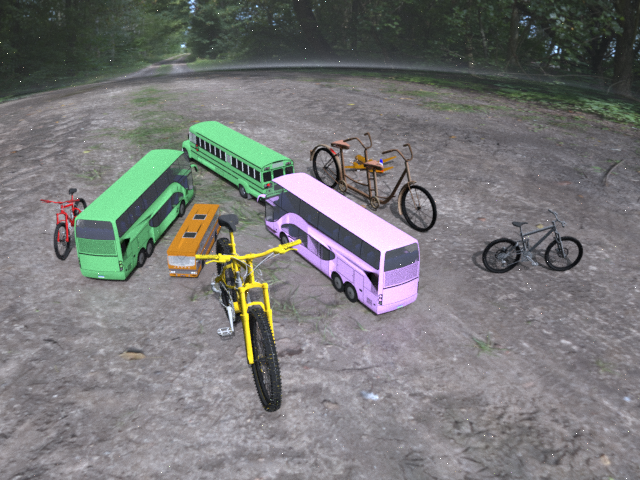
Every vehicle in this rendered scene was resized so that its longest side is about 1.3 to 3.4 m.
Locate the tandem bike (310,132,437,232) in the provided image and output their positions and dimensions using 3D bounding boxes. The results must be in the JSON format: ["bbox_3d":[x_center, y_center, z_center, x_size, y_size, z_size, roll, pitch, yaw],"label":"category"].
[{"bbox_3d":[0.826,-1.168,11.936,0.550,1.326,3.192,-20,33,-34],"label":"tandem bike"}]

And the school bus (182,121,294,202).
[{"bbox_3d":[-1.660,-1.560,13.251,0.709,0.844,3.322,-18,32,-31],"label":"school bus"}]

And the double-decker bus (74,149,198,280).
[{"bbox_3d":[-2.776,-0.521,10.955,0.756,1.052,3.251,4,27,8],"label":"double-decker bus"}]

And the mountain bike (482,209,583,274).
[{"bbox_3d":[3.051,0.077,9.969,1.469,0.868,0.573,-2,27,-3],"label":"mountain bike"}]

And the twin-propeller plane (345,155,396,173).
[{"bbox_3d":[0.958,-1.526,13.669,1.370,0.407,1.095,-12,29,-23],"label":"twin-propeller plane"}]

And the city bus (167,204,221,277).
[{"bbox_3d":[-1.875,-0.005,10.588,0.476,0.460,1.674,2,27,4],"label":"city bus"}]

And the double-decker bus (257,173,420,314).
[{"bbox_3d":[0.179,-0.076,10.069,0.756,1.052,3.251,-16,31,-28],"label":"double-decker bus"}]

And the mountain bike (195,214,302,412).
[{"bbox_3d":[-0.885,0.617,7.983,1.114,1.688,2.857,-9,28,-16],"label":"mountain bike"}]

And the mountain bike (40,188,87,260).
[{"bbox_3d":[-3.847,-0.327,10.773,0.573,0.868,1.469,0,27,0],"label":"mountain bike"}]
